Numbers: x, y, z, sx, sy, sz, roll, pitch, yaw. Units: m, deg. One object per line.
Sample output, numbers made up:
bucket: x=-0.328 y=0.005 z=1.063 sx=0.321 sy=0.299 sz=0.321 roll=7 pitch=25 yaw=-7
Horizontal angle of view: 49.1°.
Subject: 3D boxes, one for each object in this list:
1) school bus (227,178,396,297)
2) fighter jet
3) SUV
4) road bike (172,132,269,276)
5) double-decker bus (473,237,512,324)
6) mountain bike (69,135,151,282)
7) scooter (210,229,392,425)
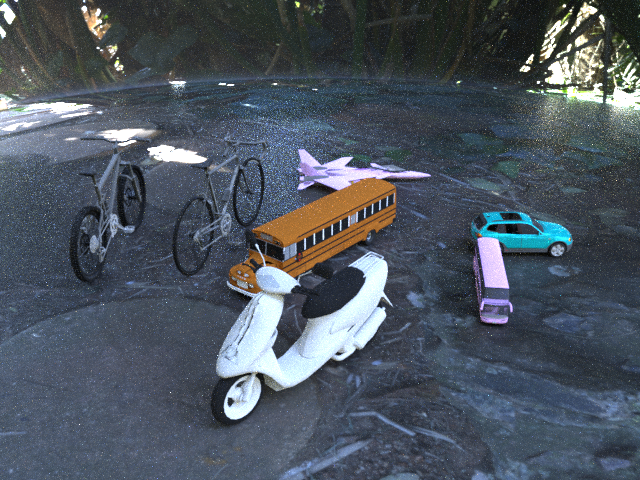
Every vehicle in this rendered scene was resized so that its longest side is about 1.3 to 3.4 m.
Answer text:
school bus: x=-0.042 y=-0.083 z=10.548 sx=0.709 sy=0.844 sz=3.322 roll=19 pitch=32 yaw=35
fighter jet: x=0.865 y=-1.392 z=13.645 sx=2.640 sy=0.557 sz=2.229 roll=-1 pitch=25 yaw=-3
SUV: x=3.132 y=-0.119 z=10.933 sx=1.572 sy=0.580 sz=0.656 roll=0 pitch=25 yaw=0
road bike: x=-1.500 y=-0.652 z=10.800 sx=0.696 sy=1.656 sz=3.004 roll=9 pitch=27 yaw=18
double-decker bus: x=2.334 y=0.545 z=9.577 sx=0.389 sy=0.541 sz=1.672 roll=3 pitch=26 yaw=7
mountain bike: x=-3.186 y=-0.592 z=10.637 sx=1.114 sy=1.688 sz=2.857 roll=3 pitch=25 yaw=5
scooter: x=-0.126 y=0.774 z=7.643 sx=1.288 sy=1.786 sz=2.721 roll=23 pitch=34 yaw=39
